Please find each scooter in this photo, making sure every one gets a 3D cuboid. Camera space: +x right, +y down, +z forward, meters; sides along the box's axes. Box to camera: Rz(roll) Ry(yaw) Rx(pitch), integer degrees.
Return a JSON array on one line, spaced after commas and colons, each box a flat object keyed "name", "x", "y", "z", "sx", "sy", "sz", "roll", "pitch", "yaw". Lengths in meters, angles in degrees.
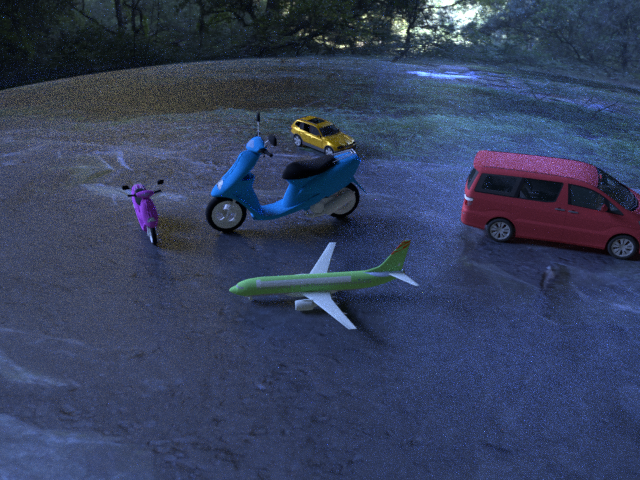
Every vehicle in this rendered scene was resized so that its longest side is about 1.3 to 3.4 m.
[{"name": "scooter", "x": -0.539, "y": -1.063, "z": 11.358, "sx": 2.721, "sy": 1.786, "sz": 1.288, "roll": -8, "pitch": 29, "yaw": -14}, {"name": "scooter", "x": -2.850, "y": -0.573, "z": 11.365, "sx": 0.662, "sy": 0.919, "sz": 1.399, "roll": -11, "pitch": 31, "yaw": -20}]

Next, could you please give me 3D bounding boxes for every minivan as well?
[{"name": "minivan", "x": 3.827, "y": -0.619, "z": 11.158, "sx": 3.011, "sy": 1.197, "sz": 1.324, "roll": 9, "pitch": 30, "yaw": 15}]

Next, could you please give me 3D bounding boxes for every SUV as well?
[{"name": "SUV", "x": 0.055, "y": -2.197, "z": 14.708, "sx": 0.656, "sy": 0.580, "sz": 1.572, "roll": -25, "pitch": 37, "yaw": -37}]

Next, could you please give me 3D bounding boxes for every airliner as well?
[{"name": "airliner", "x": 0.019, "y": 0.426, "z": 9.613, "sx": 2.541, "sy": 0.835, "sz": 2.257, "roll": -3, "pitch": 29, "yaw": -5}]
